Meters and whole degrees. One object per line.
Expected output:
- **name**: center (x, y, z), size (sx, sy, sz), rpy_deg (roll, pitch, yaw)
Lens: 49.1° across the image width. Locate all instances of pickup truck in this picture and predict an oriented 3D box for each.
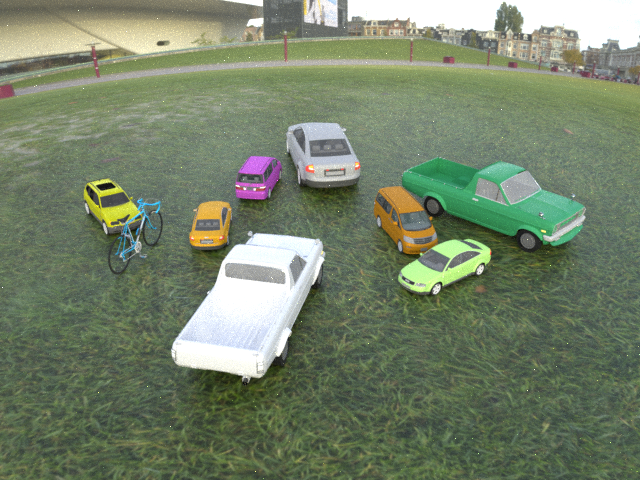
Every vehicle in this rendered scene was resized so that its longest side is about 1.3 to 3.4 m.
- **pickup truck**: center (2.909, -0.794, 12.004), size (1.244, 0.993, 3.117), rpy_deg (-24, 36, -39)
- **pickup truck**: center (-0.811, 0.674, 9.148), size (1.244, 0.993, 3.117), rpy_deg (6, 28, 12)

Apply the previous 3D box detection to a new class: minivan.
- **minivan**: center (-1.147, -1.264, 13.332), size (0.681, 0.616, 1.548), rpy_deg (4, 28, 8)
- **minivan**: center (1.402, -0.333, 11.520), size (0.681, 0.616, 1.548), rpy_deg (-8, 28, -15)

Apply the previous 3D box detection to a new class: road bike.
- **road bike**: center (-2.839, -0.100, 10.808), size (0.358, 0.852, 1.545), rpy_deg (9, 28, 16)

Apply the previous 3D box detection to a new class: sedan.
- **sedan**: center (0.012, -1.909, 14.231), size (1.235, 0.940, 3.137), rpy_deg (-5, 28, -9)
- **sedan**: center (-1.807, -0.327, 11.652), size (0.635, 0.483, 1.613), rpy_deg (-1, 27, -2)
- **sedan**: center (1.856, 0.339, 10.356), size (1.613, 0.483, 0.635), rpy_deg (-19, 33, -33)

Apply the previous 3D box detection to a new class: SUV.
- **SUV**: center (-3.603, -0.612, 12.102), size (0.656, 0.580, 1.572), rpy_deg (-17, 32, -30)
